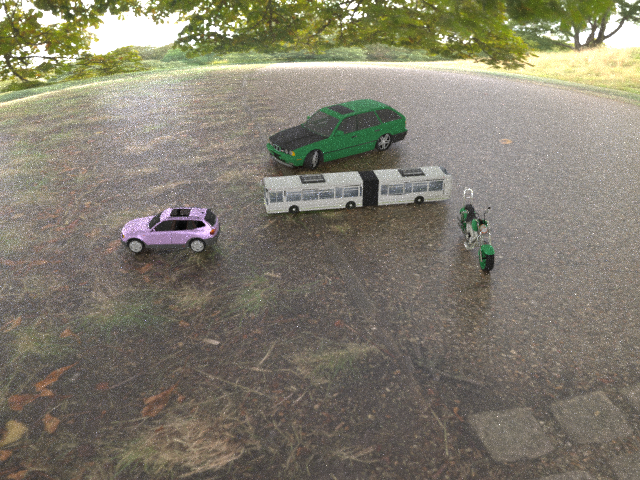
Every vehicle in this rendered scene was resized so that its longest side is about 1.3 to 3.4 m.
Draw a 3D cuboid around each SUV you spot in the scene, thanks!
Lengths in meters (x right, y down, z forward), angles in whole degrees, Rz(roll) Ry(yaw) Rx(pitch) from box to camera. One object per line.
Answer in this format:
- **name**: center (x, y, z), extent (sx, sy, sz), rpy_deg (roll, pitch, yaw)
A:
- **SUV**: center (-2.386, -0.191, 11.179), extent (1.572, 0.580, 0.656), rpy_deg (0, 28, -1)

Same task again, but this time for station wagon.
- **station wagon**: center (0.370, -2.308, 14.770), extent (3.105, 0.920, 1.327), rpy_deg (-18, 33, -31)

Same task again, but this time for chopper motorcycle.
- **chopper motorcycle**: center (2.459, -0.170, 10.948), extent (0.466, 0.761, 1.563), rpy_deg (-2, 28, -4)

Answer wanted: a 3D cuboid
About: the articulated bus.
- **articulated bus**: center (0.663, -0.910, 12.541), extent (3.401, 0.561, 0.605), rpy_deg (-5, 29, -9)
